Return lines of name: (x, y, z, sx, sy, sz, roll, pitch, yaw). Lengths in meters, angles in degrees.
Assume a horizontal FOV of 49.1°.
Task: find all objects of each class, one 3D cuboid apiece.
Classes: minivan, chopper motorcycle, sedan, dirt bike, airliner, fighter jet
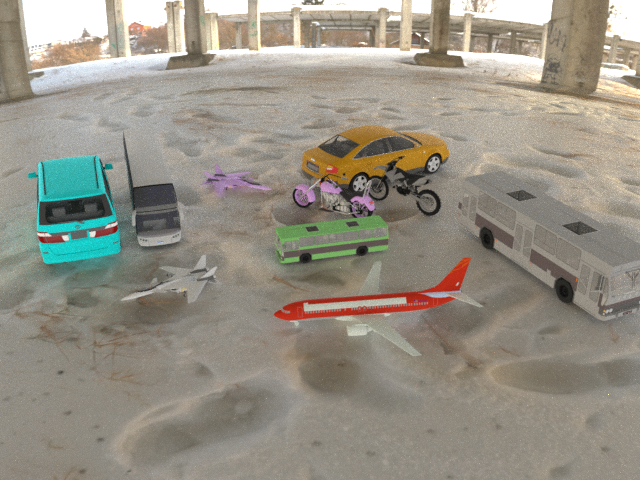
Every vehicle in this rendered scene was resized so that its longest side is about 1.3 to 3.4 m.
minivan: (-3.888, -0.680, 11.096, 1.324, 1.197, 3.011, -9, 28, -18)
chopper motorcycle: (0.214, -0.785, 11.792, 1.563, 0.761, 0.466, 16, 31, 29)
sedan: (1.129, -1.689, 13.396, 3.137, 0.940, 1.235, -17, 31, -30)
dirt bike: (1.417, -0.943, 12.000, 1.493, 0.857, 0.527, 19, 32, 33)
airliner: (0.679, 0.659, 8.828, 2.541, 0.835, 2.257, -3, 27, -6)
fighter jet: (-2.089, 0.569, 9.619, 1.358, 0.286, 1.147, -15, 30, -28)
fighter jet: (-1.483, -1.120, 12.989, 1.358, 0.286, 1.147, 11, 29, 21)

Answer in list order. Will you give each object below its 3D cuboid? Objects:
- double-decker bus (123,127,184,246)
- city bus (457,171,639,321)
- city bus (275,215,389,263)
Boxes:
double-decker bus: (-2.875, -0.948, 11.793, 0.756, 1.052, 3.251, -8, 28, -15)
city bus: (3.244, -0.004, 10.085, 0.926, 0.894, 3.255, -11, 29, -21)
city bus: (0.177, 0.003, 10.556, 1.674, 0.460, 0.476, -7, 27, -14)
